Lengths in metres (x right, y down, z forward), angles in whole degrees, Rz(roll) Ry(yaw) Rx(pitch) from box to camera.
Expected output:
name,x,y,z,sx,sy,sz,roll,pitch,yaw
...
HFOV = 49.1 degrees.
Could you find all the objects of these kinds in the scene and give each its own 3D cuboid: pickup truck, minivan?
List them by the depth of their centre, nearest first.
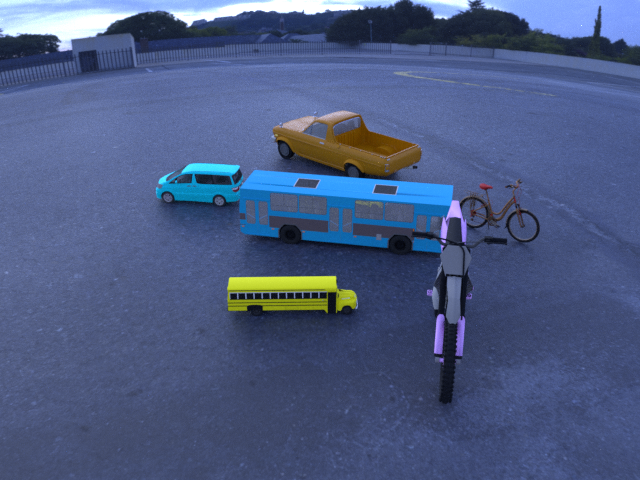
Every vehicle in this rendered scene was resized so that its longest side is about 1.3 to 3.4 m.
name,x,y,z,sx,sy,sz,roll,pitch,yaw
minivan,-2.138,-1.015,12.402,1.548,0.616,0.681,4,28,8
pickup truck,0.462,-1.949,13.797,3.117,0.993,1.244,23,35,37

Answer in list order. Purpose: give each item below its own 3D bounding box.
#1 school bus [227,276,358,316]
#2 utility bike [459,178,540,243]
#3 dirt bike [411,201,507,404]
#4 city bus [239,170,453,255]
name,x,y,z,sx,sy,sz,roll,pitch,yaw
school bus,-0.356,0.725,9.233,1.708,0.434,0.365,-1,27,-1
utility bike,2.851,-0.542,11.127,1.435,0.946,0.535,19,33,33
dirt bike,1.567,0.532,8.266,1.024,1.666,2.903,5,28,9
city bus,0.414,-0.426,10.960,3.255,0.894,0.926,5,28,10
